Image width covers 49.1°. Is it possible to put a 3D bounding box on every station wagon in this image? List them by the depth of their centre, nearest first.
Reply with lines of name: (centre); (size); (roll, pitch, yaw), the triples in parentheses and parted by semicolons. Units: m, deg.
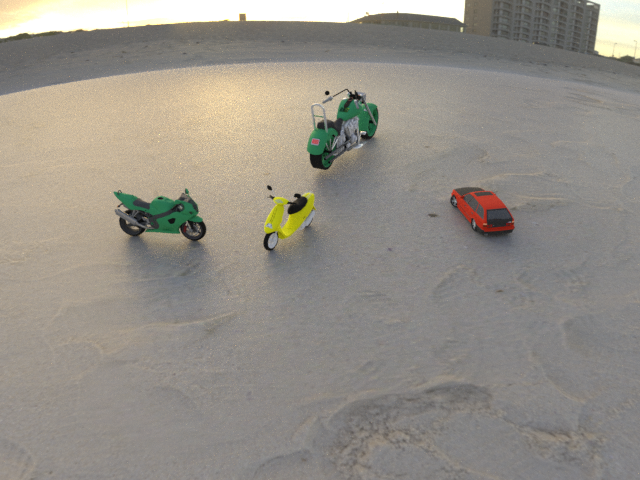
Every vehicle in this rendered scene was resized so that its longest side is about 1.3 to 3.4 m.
station wagon: (2.801, -0.605, 12.155); (0.682, 0.473, 1.597); (-5, 29, -10)

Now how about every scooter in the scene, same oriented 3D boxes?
scooter: (-0.488, -0.458, 11.407); (0.662, 0.919, 1.399); (18, 33, 29)

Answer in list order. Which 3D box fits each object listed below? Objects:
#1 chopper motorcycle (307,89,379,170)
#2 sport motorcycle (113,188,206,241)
chopper motorcycle: (0.560, -2.495, 14.622); (0.906, 1.480, 3.040); (13, 31, 23)
sport motorcycle: (-2.601, -0.404, 11.410); (1.520, 0.821, 0.506); (5, 29, 9)
